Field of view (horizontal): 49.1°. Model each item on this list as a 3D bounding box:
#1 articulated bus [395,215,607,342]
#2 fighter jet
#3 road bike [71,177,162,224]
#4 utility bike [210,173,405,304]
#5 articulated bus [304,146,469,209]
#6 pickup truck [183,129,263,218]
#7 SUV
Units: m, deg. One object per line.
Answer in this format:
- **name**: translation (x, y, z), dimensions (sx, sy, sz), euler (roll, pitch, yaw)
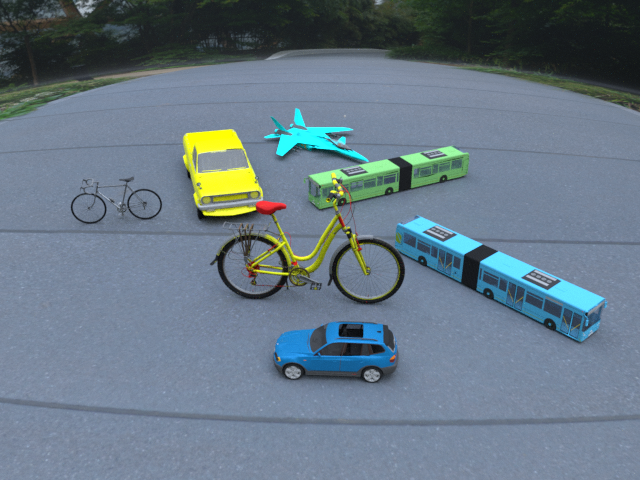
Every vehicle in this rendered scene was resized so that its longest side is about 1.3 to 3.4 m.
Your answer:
- **articulated bus**: translation (2.518, 0.479, 10.341), dimensions (0.605, 0.561, 3.401), euler (-23, 37, -36)
- **fighter jet**: translation (0.068, -2.228, 15.243), dimensions (2.640, 0.557, 2.229), euler (26, 38, 38)
- **road bike**: translation (-3.550, -0.700, 12.174), dimensions (1.545, 0.852, 0.358), euler (-5, 29, -9)
- **utility bike**: translation (-0.183, 0.009, 9.871), dimensions (2.791, 1.839, 1.039), euler (2, 29, 4)
- **articulated bus**: translation (1.347, -1.232, 13.437), dimensions (3.401, 0.561, 0.605), euler (-14, 32, -24)
- **pickup truck**: translation (-1.920, -1.435, 13.357), dimensions (1.244, 0.993, 3.117), euler (-7, 30, -13)
- **SUV**: translation (0.198, 1.347, 8.752), dimensions (1.572, 0.580, 0.656), euler (2, 29, 3)
